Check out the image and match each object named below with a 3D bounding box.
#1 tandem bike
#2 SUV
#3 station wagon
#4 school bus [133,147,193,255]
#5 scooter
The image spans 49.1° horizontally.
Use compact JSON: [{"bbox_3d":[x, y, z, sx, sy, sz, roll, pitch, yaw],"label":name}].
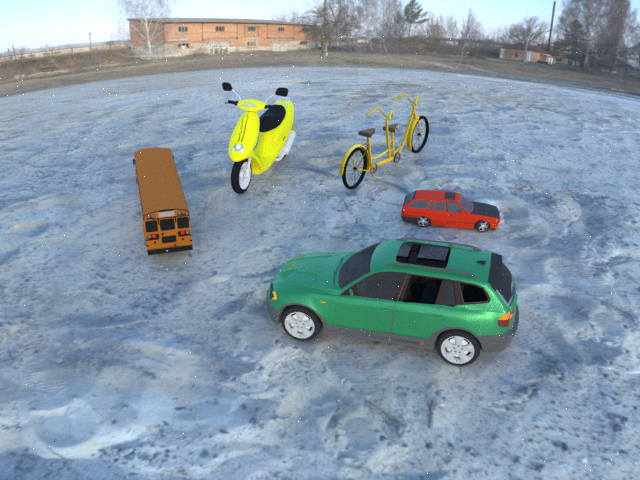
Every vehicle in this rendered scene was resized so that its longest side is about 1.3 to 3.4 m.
[{"bbox_3d":[1.302,-1.953,13.329,0.550,1.326,3.192,19,32,32],"label":"tandem bike"},{"bbox_3d":[0.870,0.599,8.539,3.058,1.128,1.276,7,28,14],"label":"SUV"},{"bbox_3d":[2.142,-0.507,11.431,1.597,0.473,0.682,5,27,10],"label":"station wagon"},{"bbox_3d":[-2.641,-0.766,11.531,0.709,0.844,3.322,-7,28,-14],"label":"school bus"},{"bbox_3d":[-1.065,-2.092,13.094,1.288,1.786,2.721,9,28,17],"label":"scooter"}]
